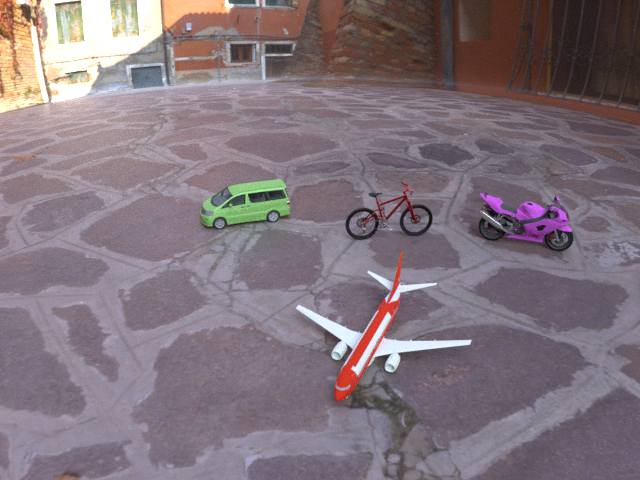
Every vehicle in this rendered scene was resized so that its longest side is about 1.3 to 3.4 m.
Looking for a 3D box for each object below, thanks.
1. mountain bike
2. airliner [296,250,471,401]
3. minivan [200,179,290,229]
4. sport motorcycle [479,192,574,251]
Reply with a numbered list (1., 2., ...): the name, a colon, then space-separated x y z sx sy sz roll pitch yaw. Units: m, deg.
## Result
1. mountain bike: 1.138 -0.433 11.401 1.469 0.868 0.573 -4 26 -9
2. airliner: 0.647 0.990 8.417 2.257 0.835 2.541 10 27 20
3. minivan: -1.308 -0.639 12.134 1.548 0.616 0.681 -8 26 -17
4. sport motorcycle: 3.277 -0.298 11.169 1.520 0.821 0.506 11 27 21
